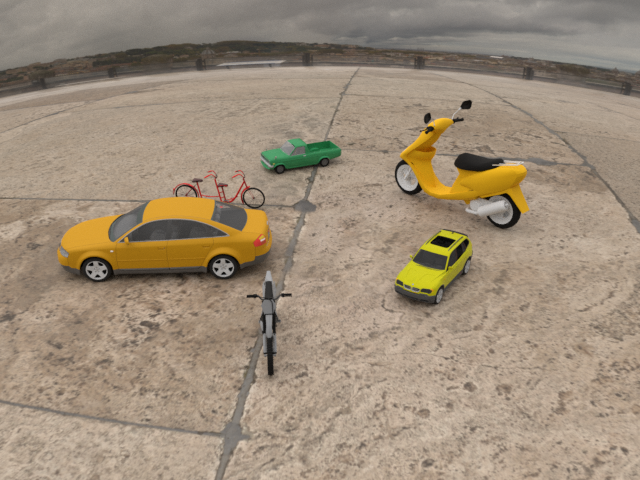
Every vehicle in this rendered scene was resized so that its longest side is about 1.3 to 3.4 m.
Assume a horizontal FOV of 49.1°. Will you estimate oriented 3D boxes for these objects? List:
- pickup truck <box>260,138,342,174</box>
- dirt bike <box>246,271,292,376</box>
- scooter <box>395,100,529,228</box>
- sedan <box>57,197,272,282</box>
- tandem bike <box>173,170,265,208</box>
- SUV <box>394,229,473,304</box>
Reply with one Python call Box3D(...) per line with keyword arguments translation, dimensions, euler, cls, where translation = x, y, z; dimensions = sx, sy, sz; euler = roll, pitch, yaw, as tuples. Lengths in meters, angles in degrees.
Box3D(translation=(-0.385, -1.748, 14.062), dimensions=(1.603, 0.511, 0.640), euler=(-12, 29, -22), cls="pickup truck")
Box3D(translation=(-0.602, 0.931, 8.458), dimensions=(0.527, 0.857, 1.493), euler=(-2, 27, -3), cls="dirt bike")
Box3D(translation=(2.347, -1.313, 11.815), dimensions=(1.288, 1.786, 2.721), euler=(-24, 36, -38), cls="scooter")
Box3D(translation=(-2.283, -0.085, 10.349), dimensions=(3.137, 0.940, 1.235), euler=(-1, 27, -3), cls="sedan")
Box3D(translation=(-1.769, -0.885, 12.193), dimensions=(1.642, 0.682, 0.283), euler=(3, 27, 6), cls="tandem bike")
Box3D(translation=(1.640, 0.338, 9.919), dimensions=(0.656, 0.580, 1.572), euler=(17, 31, 29), cls="SUV")
